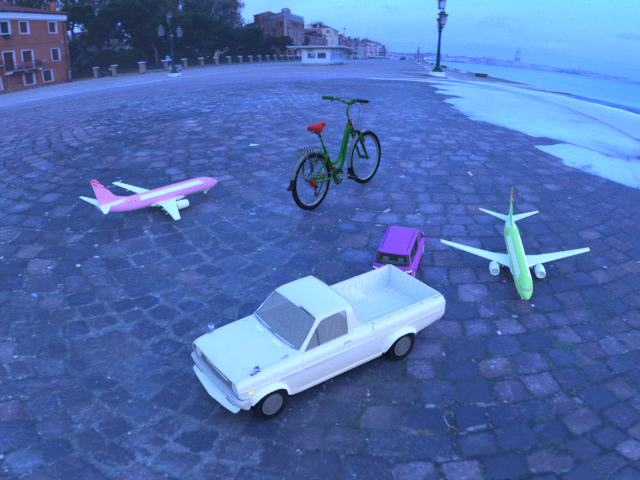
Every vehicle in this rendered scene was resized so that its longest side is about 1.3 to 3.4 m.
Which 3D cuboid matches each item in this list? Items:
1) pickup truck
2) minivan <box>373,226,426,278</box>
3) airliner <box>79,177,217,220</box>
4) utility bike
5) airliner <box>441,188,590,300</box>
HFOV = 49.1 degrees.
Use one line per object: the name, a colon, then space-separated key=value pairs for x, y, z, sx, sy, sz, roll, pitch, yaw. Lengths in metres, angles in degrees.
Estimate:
pickup truck: x=0.046 y=1.014 z=8.385 sx=3.117 sy=0.993 sz=1.244 roll=-18 pitch=31 yaw=-32
minivan: x=1.219 y=0.140 z=10.589 sx=0.681 sy=0.616 sz=1.548 roll=7 pitch=27 yaw=14
airliner: x=-2.924 y=-0.968 z=12.592 sx=2.541 sy=0.835 sz=2.257 roll=-22 pitch=34 yaw=-37
utility bike: x=0.243 y=-1.698 z=12.937 sx=1.039 sy=1.839 sz=2.791 roll=20 pitch=32 yaw=34
airliner: x=2.983 y=0.035 z=10.553 sx=2.257 sy=0.835 sz=2.541 roll=3 pitch=26 yaw=7
